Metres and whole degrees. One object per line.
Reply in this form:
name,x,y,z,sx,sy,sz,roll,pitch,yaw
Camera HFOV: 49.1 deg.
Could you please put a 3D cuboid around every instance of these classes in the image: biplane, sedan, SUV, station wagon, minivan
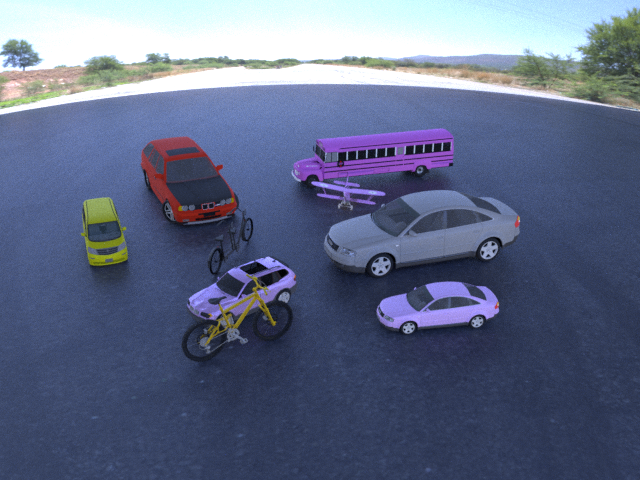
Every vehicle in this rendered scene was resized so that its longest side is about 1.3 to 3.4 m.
biplane,0.518,-0.869,12.859,1.336,0.504,1.090,0,25,1
sedan,1.598,-0.203,10.923,3.137,0.940,1.235,-8,26,-16
SUV,-1.039,0.679,9.462,1.572,0.580,0.656,-20,32,-36
station wagon,-2.518,-1.210,13.097,1.327,0.920,3.105,-11,27,-22
sedan,1.548,0.848,9.215,1.613,0.483,0.635,-4,25,-9
minivan,-3.461,-0.143,11.177,0.681,0.616,1.548,-9,27,-18

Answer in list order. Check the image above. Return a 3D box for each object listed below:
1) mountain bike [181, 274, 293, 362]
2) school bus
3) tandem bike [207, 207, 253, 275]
mountain bike,-0.986,0.968,8.503,1.469,0.868,0.573,-14,28,-27
school bus,1.070,-1.688,14.209,3.322,0.844,0.709,-7,26,-15
tandem bike,-1.378,-0.043,10.885,0.283,0.682,1.642,8,26,16
